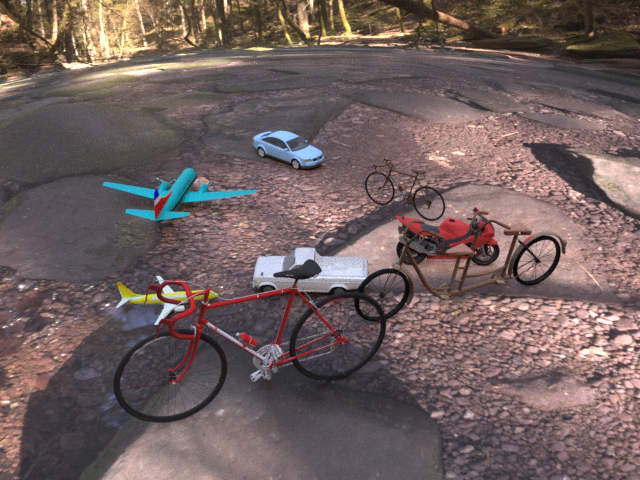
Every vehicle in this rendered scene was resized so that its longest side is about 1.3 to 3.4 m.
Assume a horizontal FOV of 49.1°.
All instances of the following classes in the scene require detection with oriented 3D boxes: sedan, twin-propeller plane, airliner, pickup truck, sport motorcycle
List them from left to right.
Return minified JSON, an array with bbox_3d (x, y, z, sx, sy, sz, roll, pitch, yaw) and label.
[{"bbox_3d":[-2.001,0.683,9.205,1.307,0.429,1.161,-5,29,-9],"label":"airliner"},{"bbox_3d":[-2.391,-0.846,11.586,2.663,0.792,2.129,3,29,6],"label":"twin-propeller plane"},{"bbox_3d":[-0.621,-1.807,13.635,1.613,0.483,0.635,23,37,35],"label":"sedan"},{"bbox_3d":[-0.124,0.417,9.600,1.603,0.511,0.640,1,29,2],"label":"pickup truck"},{"bbox_3d":[1.833,-0.006,10.043,1.520,0.821,0.506,1,29,2],"label":"sport motorcycle"}]

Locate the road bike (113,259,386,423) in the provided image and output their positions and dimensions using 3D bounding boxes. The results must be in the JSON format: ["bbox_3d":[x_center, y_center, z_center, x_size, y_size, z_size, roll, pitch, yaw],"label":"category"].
[{"bbox_3d":[-0.652,1.023,7.330,3.004,1.656,0.696,-11,31,-19],"label":"road bike"}]

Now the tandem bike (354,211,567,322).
[{"bbox_3d":[1.911,0.248,9.065,3.192,1.326,0.550,-11,31,-19],"label":"tandem bike"}]

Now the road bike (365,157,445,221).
[{"bbox_3d":[1.385,-0.842,11.517,1.545,0.852,0.358,21,35,32],"label":"road bike"}]
